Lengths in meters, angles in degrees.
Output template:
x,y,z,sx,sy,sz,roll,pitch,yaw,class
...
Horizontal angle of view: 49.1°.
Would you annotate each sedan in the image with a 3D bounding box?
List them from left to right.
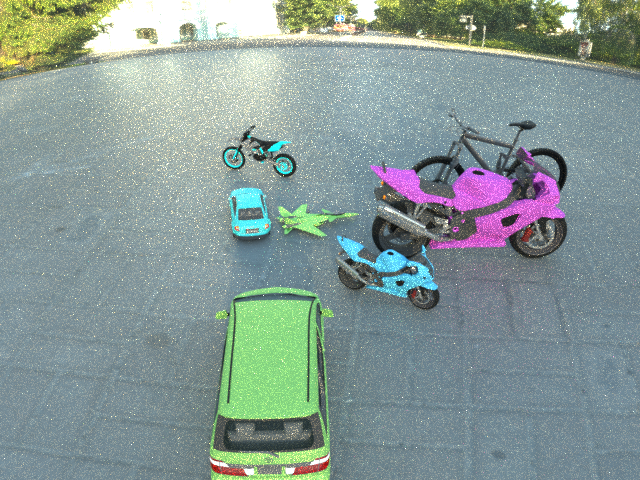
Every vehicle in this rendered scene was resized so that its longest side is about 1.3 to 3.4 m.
x,y,z,sx,sy,sz,roll,pitch,yaw,class
-1.166,-0.517,11.460,0.635,0.483,1.613,-5,30,-8,sedan

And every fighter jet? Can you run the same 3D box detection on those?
x,y,z,sx,sy,sz,roll,pitch,yaw,class
0.003,-0.412,11.475,1.358,0.286,1.147,-8,31,-14,fighter jet

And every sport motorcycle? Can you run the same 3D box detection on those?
x,y,z,sx,sy,sz,roll,pitch,yaw,class
0.906,0.435,9.462,1.520,0.821,0.506,15,33,24,sport motorcycle
2.181,-0.437,10.203,2.955,1.596,0.983,0,30,0,sport motorcycle

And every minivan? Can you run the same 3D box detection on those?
x,y,z,sx,sy,sz,roll,pitch,yaw,class
-0.495,1.327,7.528,1.324,1.197,3.011,-1,30,-2,minivan

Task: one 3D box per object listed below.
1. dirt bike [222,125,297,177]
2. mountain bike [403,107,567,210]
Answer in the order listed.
x,y,z,sx,sy,sz,roll,pitch,yaw,class
-1.149,-1.635,13.033,1.493,0.857,0.527,9,31,15,dirt bike
2.754,-1.213,11.463,2.857,1.688,1.114,-5,30,-9,mountain bike
